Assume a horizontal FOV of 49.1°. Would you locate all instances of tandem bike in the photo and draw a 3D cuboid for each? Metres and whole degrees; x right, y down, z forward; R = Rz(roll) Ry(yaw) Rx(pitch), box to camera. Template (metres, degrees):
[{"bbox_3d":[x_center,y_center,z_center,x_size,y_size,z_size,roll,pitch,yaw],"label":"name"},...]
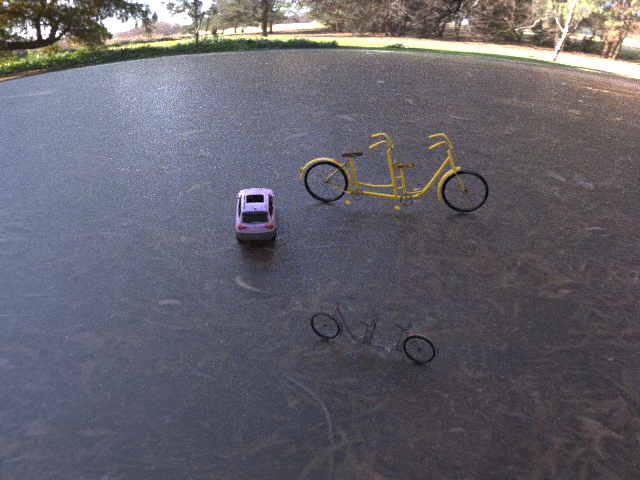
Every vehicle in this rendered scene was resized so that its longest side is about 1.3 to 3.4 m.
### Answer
[{"bbox_3d":[1.224,-1.145,11.714,3.192,1.326,0.550,5,30,9],"label":"tandem bike"},{"bbox_3d":[0.639,1.069,8.450,1.642,0.682,0.283,12,31,20],"label":"tandem bike"}]

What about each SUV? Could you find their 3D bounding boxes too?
[{"bbox_3d":[-1.036,-0.505,11.340,0.656,0.580,1.572,-2,30,-4],"label":"SUV"}]
